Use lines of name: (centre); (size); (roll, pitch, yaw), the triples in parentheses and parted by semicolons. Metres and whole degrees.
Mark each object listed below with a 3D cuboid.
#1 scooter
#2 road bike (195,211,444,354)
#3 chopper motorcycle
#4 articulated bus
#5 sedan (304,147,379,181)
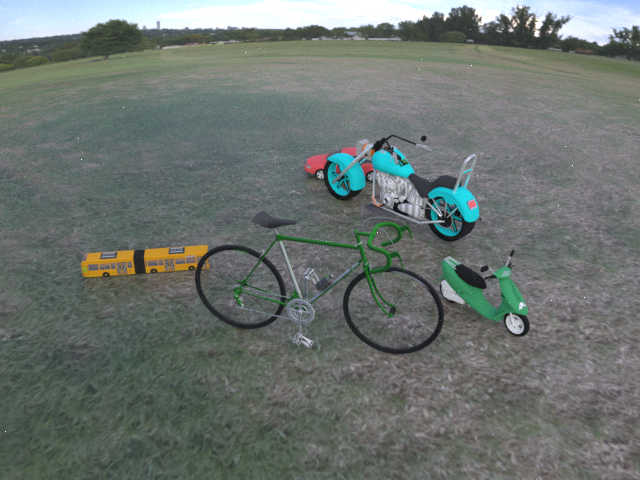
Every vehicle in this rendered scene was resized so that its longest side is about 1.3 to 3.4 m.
scooter: (2.015, 0.563, 8.637); (0.662, 0.919, 1.399); (-23, 36, -36)
road bike: (-0.068, 0.472, 8.023); (3.004, 1.656, 0.697); (8, 29, 14)
chopper motorcycle: (1.191, -0.998, 10.979); (0.906, 1.480, 3.040); (-24, 36, -38)
articulated bus: (-2.418, 0.297, 9.811); (1.749, 0.289, 0.311); (-4, 28, -8)
sedan: (0.518, -1.421, 12.840); (1.613, 0.483, 0.635); (2, 28, 5)
